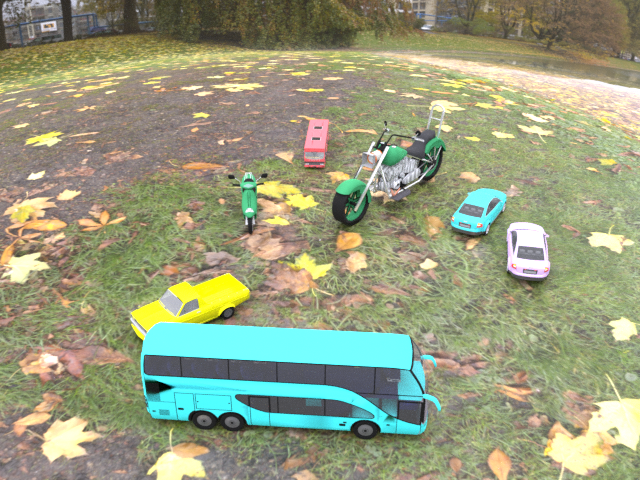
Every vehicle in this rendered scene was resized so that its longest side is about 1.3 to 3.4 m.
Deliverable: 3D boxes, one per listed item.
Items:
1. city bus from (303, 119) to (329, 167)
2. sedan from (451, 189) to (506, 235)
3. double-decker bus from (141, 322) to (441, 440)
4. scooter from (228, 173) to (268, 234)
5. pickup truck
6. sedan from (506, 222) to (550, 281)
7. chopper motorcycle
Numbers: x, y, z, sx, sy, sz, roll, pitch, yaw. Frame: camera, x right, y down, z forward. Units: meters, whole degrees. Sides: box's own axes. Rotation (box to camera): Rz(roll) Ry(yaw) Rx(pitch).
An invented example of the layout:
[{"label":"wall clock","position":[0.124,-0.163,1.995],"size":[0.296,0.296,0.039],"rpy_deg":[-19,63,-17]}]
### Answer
[{"label":"city bus","position":[-0.060,-2.013,14.611],"size":[0.476,0.460,1.674],"rpy_deg":[2,30,3]},{"label":"sedan","position":[2.765,-0.569,12.064],"size":[0.635,0.483,1.613],"rpy_deg":[16,33,26]},{"label":"double-decker bus","position":[-0.320,1.550,7.790],"size":[3.251,1.052,0.756],"rpy_deg":[2,30,4]},{"label":"scooter","position":[-1.214,-0.777,11.991],"size":[0.662,0.919,1.399],"rpy_deg":[-3,30,-5]},{"label":"pickup truck","position":[-1.752,0.871,9.521],"size":[1.603,0.511,0.640],"rpy_deg":[-21,36,-32]},{"label":"sedan","position":[3.240,0.092,10.909],"size":[0.635,0.483,1.613],"rpy_deg":[6,30,11]},{"label":"chopper motorcycle","position":[1.295,-1.375,12.470],"size":[0.906,1.480,3.040],"rpy_deg":[24,38,36]}]
